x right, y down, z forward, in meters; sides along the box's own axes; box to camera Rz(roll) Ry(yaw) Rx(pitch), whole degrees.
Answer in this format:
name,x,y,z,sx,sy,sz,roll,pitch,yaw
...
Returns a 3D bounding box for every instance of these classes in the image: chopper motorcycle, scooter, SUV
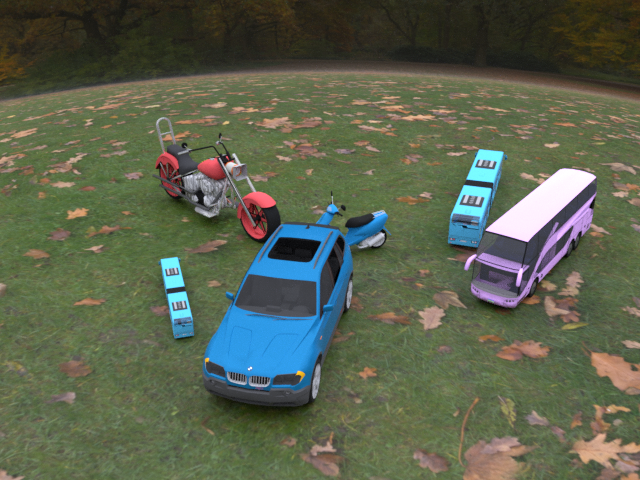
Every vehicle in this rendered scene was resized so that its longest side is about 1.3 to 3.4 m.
name,x,y,z,sx,sy,sz,roll,pitch,yaw
chopper motorcycle,-1.775,-1.035,11.605,3.040,1.480,0.906,23,35,39
scooter,0.418,-0.230,10.603,1.399,0.919,0.662,-7,27,-15
SUV,-0.394,0.744,8.384,1.276,1.128,3.058,6,27,12

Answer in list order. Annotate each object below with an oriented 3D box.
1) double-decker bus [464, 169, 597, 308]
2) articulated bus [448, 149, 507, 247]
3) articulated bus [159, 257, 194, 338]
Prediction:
name,x,y,z,sx,sy,sz,roll,pitch,yaw
double-decker bus,3.160,-0.081,10.149,0.756,1.052,3.251,18,31,32
articulated bus,2.766,-0.808,12.184,0.605,0.561,3.401,9,27,17
articulated bus,-1.920,0.734,9.357,0.311,0.289,1.749,-7,27,-15
